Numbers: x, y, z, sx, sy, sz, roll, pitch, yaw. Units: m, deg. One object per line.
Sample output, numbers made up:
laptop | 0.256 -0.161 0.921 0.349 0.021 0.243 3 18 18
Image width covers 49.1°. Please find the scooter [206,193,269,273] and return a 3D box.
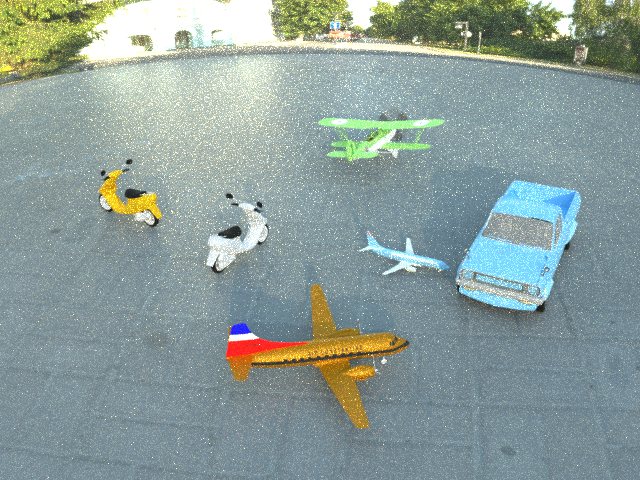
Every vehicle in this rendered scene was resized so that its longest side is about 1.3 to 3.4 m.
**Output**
scooter | -1.181 -0.138 10.188 0.662 0.919 1.399 17 33 28

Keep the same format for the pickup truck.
pickup truck | 2.935 -0.101 10.043 1.244 0.993 3.117 13 31 23

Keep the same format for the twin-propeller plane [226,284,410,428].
twin-propeller plane | -0.001 1.175 7.913 2.129 0.792 2.663 -5 29 -9

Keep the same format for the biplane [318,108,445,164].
biplane | 0.970 -1.884 13.324 2.598 0.981 2.120 15 32 25

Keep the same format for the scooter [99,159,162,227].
scooter | -3.116 -0.751 11.311 1.399 0.919 0.662 17 33 28

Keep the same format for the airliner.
airliner | 1.251 0.170 10.133 1.307 0.429 1.161 12 31 21
